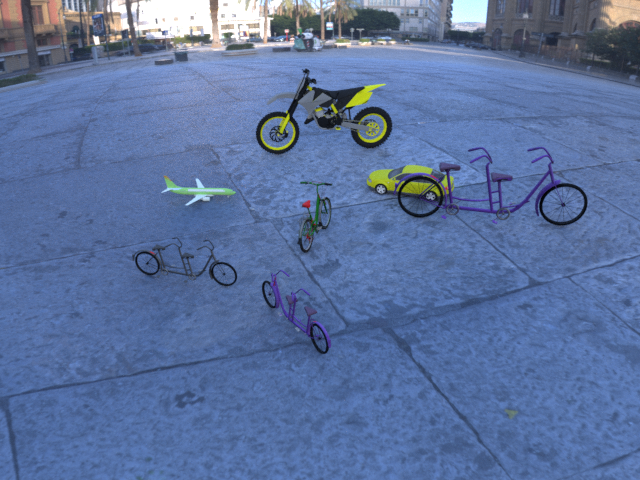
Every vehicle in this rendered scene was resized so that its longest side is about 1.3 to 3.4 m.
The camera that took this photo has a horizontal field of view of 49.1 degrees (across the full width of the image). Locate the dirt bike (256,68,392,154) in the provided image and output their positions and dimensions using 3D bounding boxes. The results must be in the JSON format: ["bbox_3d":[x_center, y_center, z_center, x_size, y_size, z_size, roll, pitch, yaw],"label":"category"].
[{"bbox_3d":[0.109,-2.611,14.420,2.903,1.666,1.024,-5,29,-10],"label":"dirt bike"}]

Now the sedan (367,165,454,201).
[{"bbox_3d":[1.659,-1.106,12.881,1.613,0.483,0.635,9,30,17],"label":"sedan"}]

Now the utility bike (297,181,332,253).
[{"bbox_3d":[-0.125,-0.435,11.152,0.535,0.946,1.435,10,30,18],"label":"utility bike"}]

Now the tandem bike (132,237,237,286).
[{"bbox_3d":[-1.971,0.289,10.091,1.642,0.682,0.283,7,29,13],"label":"tandem bike"}]

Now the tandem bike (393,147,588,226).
[{"bbox_3d":[2.831,-0.902,11.617,3.192,1.326,0.550,4,29,7],"label":"tandem bike"}]

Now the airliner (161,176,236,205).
[{"bbox_3d":[-2.181,-0.966,12.678,1.307,0.429,1.161,0,28,0],"label":"airliner"}]

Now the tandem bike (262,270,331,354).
[{"bbox_3d":[-0.337,0.867,9.023,0.283,0.682,1.642,-18,33,-30],"label":"tandem bike"}]
